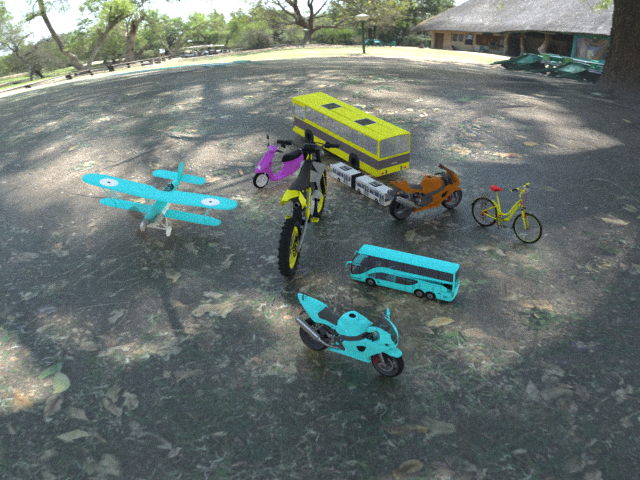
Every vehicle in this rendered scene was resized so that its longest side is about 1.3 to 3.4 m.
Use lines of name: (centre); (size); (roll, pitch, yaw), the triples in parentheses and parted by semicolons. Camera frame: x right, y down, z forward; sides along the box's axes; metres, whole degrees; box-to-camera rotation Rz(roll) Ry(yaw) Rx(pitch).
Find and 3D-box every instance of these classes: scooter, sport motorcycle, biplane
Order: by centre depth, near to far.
sport motorcycle: (0.370, 1.189, 8.782); (1.520, 0.821, 0.506); (16, 33, 27)
biplane: (-2.629, -0.721, 12.070); (2.598, 0.981, 2.120); (3, 29, 6)
sport motorcycle: (1.895, -0.833, 12.438); (1.520, 0.821, 0.506); (-12, 31, -20)
scooter: (-0.713, -1.560, 13.652); (1.399, 0.919, 0.662); (-19, 34, -30)

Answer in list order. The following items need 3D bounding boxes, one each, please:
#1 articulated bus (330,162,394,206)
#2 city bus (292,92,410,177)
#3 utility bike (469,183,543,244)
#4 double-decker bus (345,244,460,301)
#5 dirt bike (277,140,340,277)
articulated bus: (0.796, -1.095, 13.461); (0.311, 0.289, 1.749); (-19, 34, -30)
city bus: (0.578, -2.273, 14.966); (0.926, 0.894, 3.255); (-18, 33, -29)
utility bike: (3.164, -0.548, 11.794); (0.535, 0.946, 1.435); (-25, 37, -37)
double-decker bus: (1.221, 0.473, 10.366); (1.672, 0.541, 0.389); (12, 31, 21)
dirt bike: (-0.255, -0.697, 11.319); (1.024, 1.666, 2.903); (6, 30, 11)
